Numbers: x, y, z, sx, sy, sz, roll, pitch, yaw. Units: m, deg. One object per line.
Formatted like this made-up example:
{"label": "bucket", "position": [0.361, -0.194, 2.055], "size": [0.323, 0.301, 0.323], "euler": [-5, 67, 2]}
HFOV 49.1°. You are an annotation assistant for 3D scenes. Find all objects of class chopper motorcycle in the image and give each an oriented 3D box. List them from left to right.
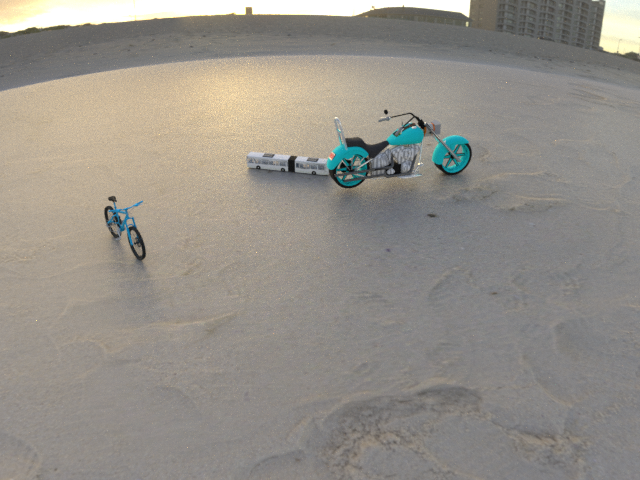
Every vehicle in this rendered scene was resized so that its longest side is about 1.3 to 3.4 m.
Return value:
{"label": "chopper motorcycle", "position": [1.578, -1.804, 13.459], "size": [3.040, 1.480, 0.906], "euler": [-10, 31, -18]}

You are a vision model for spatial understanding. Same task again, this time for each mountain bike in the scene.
{"label": "mountain bike", "position": [-3.196, -0.259, 11.345], "size": [0.573, 0.868, 1.469], "euler": [-21, 36, -32]}

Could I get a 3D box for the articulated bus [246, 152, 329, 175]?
{"label": "articulated bus", "position": [-0.643, -1.557, 14.233], "size": [1.749, 0.289, 0.311], "euler": [7, 30, 12]}
